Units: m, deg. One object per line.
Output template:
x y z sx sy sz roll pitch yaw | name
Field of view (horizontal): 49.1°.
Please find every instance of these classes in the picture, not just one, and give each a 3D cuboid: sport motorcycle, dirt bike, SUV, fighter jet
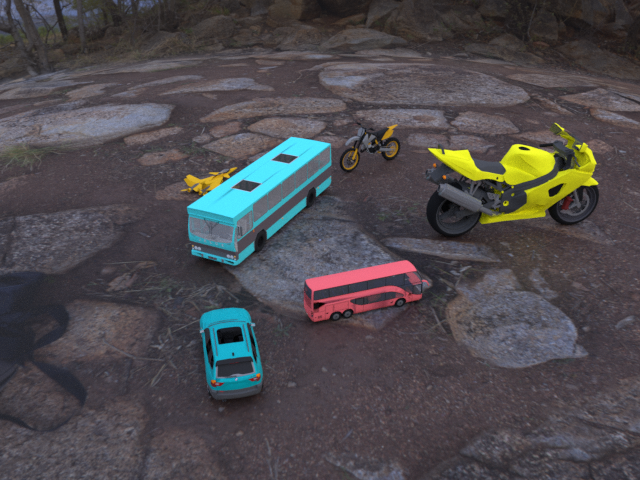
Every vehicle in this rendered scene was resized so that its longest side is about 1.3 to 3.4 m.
3.056 -0.870 10.950 2.955 1.596 0.983 -5 29 -9 | sport motorcycle
0.987 -1.825 13.460 1.493 0.857 0.527 -19 34 -31 | dirt bike
-1.054 1.227 8.186 0.656 0.580 1.572 -6 29 -11 | SUV
-1.917 -1.180 12.876 1.147 0.286 1.358 15 32 25 | fighter jet

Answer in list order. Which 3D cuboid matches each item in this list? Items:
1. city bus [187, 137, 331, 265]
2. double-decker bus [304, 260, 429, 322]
-0.860 -0.695 11.362 0.926 0.894 3.255 13 31 23 | city bus
0.608 0.662 9.256 1.672 0.541 0.389 -10 30 -18 | double-decker bus
